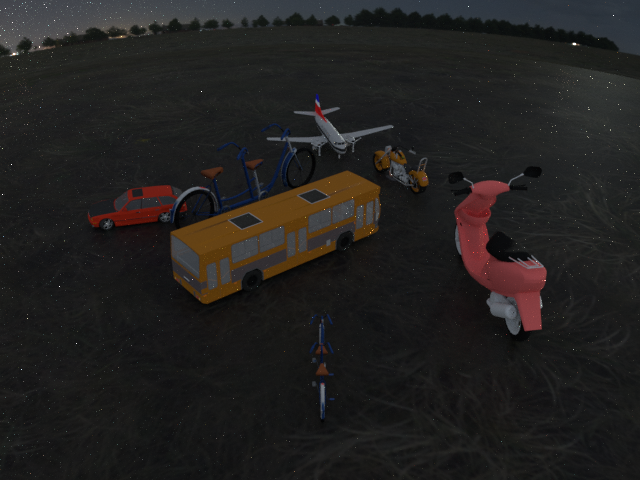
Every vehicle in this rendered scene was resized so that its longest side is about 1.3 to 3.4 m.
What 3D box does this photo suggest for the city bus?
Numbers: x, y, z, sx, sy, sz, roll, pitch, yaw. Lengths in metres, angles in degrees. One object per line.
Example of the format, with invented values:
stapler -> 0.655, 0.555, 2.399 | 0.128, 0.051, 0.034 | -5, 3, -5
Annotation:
city bus -> -0.558, -0.080, 10.363 | 3.255, 0.894, 0.926 | -22, 37, -33

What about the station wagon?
station wagon -> -3.039, -0.574, 11.630 | 1.597, 0.473, 0.682 | -8, 31, -14

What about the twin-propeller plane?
twin-propeller plane -> 0.177, -2.323, 14.322 | 2.663, 0.792, 2.129 | -8, 31, -13

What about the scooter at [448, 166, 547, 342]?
scooter -> 2.348, 0.003, 9.334 | 1.288, 1.786, 2.721 | -5, 31, -8

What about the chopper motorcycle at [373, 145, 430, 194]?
chopper motorcycle -> 1.450, -1.386, 12.740 | 0.466, 0.761, 1.563 | -16, 34, -25

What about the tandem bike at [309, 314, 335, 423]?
tandem bike -> 0.021, 1.373, 8.076 | 0.283, 0.682, 1.642 | 0, 30, 0

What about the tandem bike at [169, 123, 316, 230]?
tandem bike -> -1.195, -1.073, 11.642 | 0.550, 1.326, 3.192 | 26, 39, 37
